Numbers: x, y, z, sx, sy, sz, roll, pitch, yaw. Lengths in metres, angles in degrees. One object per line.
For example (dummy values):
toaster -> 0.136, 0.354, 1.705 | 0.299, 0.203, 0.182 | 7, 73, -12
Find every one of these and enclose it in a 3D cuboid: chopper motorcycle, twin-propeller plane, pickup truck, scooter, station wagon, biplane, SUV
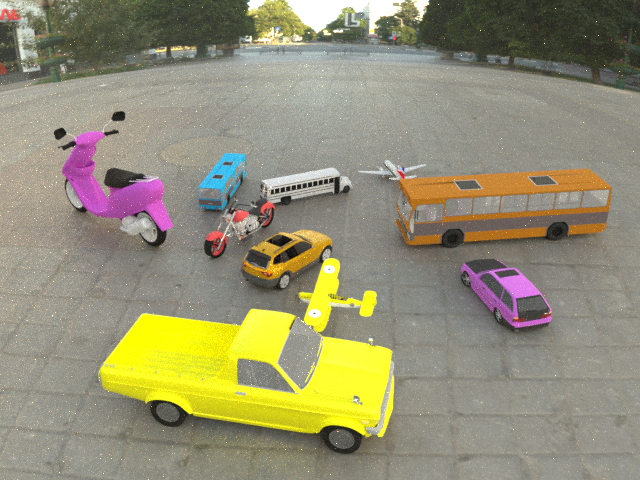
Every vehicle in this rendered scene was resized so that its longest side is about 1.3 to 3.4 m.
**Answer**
chopper motorcycle -> -1.247, -0.317, 10.973 | 0.466, 0.761, 1.563 | 19, 33, 31
twin-propeller plane -> 1.414, -1.359, 13.308 | 1.370, 0.407, 1.095 | -7, 29, -13
pickup truck -> -0.750, 1.360, 7.576 | 3.117, 0.993, 1.244 | 6, 29, 11
scooter -> -3.344, -0.989, 11.145 | 2.721, 1.786, 1.288 | 21, 35, 34
station wagon -> 2.491, 0.634, 9.493 | 0.682, 0.473, 1.597 | -7, 29, -14
biplane -> 0.194, 0.799, 9.151 | 1.090, 0.504, 1.336 | 6, 29, 11
SUV -> -0.457, 0.181, 10.231 | 0.656, 0.580, 1.572 | 20, 34, 33

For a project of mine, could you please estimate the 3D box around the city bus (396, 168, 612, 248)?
city bus -> 2.893, -0.505, 11.185 | 3.255, 0.894, 0.926 | -4, 28, -7

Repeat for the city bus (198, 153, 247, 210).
city bus -> -1.742, -1.057, 12.684 | 0.476, 0.460, 1.674 | 4, 28, 8

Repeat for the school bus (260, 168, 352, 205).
school bus -> -0.224, -0.975, 12.557 | 1.708, 0.434, 0.365 | -13, 31, -23
